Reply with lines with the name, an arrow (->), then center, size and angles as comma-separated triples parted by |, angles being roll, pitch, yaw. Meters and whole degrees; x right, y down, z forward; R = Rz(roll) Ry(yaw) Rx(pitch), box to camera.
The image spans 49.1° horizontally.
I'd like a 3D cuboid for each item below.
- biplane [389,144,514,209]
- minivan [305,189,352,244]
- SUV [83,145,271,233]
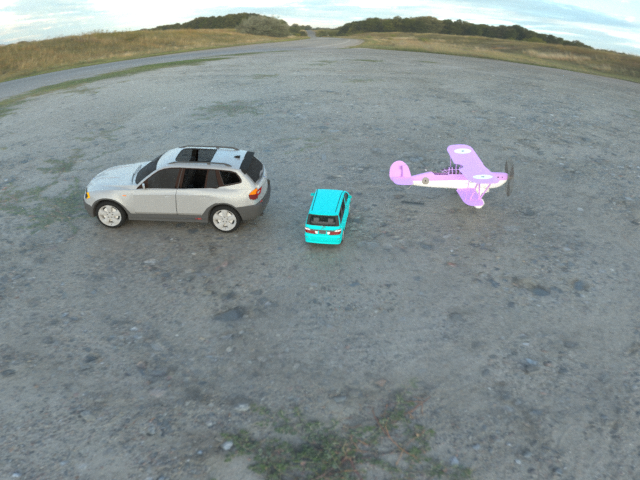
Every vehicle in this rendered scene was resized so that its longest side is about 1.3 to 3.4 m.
biplane -> 2.244, -1.070, 11.990 | 2.120, 0.981, 2.598 | 0, 30, 0
minivan -> 0.143, -0.483, 11.324 | 0.681, 0.616, 1.548 | 4, 30, 7
SUV -> -2.352, -0.921, 11.578 | 3.058, 1.128, 1.276 | 2, 30, 4
